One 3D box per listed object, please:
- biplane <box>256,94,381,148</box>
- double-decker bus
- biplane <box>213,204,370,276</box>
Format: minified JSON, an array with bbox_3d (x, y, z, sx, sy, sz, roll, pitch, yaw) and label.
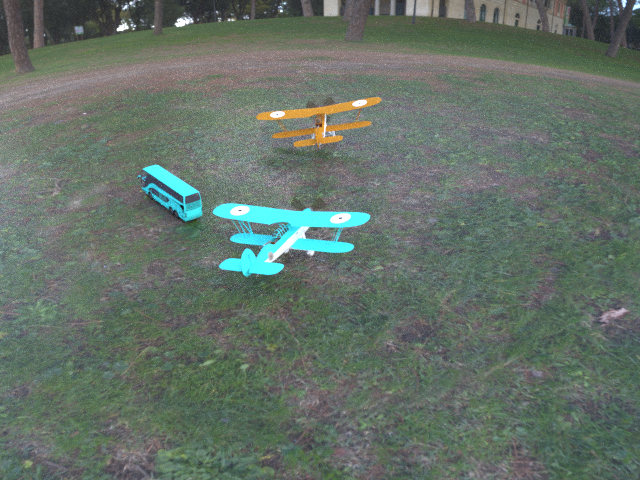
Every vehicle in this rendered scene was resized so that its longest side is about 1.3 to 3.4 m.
[{"bbox_3d":[-0.049,-2.330,14.407,2.598,0.981,2.120,1,30,2],"label":"biplane"},{"bbox_3d":[-2.639,-0.850,12.276,0.389,0.541,1.672,-22,37,-34],"label":"double-decker bus"},{"bbox_3d":[-0.621,-0.003,10.362,2.598,0.981,2.120,14,33,22],"label":"biplane"}]
